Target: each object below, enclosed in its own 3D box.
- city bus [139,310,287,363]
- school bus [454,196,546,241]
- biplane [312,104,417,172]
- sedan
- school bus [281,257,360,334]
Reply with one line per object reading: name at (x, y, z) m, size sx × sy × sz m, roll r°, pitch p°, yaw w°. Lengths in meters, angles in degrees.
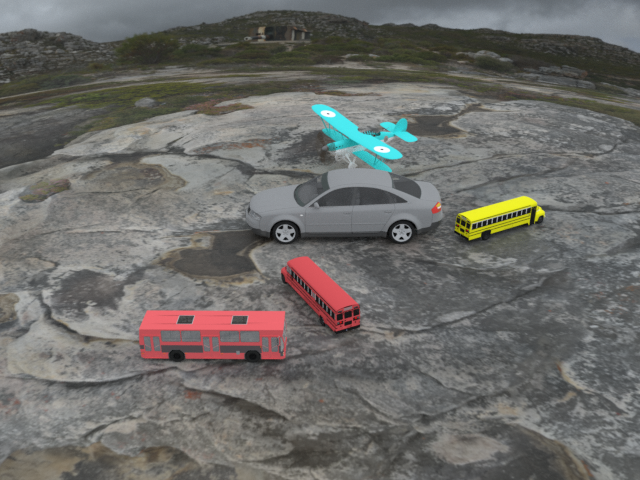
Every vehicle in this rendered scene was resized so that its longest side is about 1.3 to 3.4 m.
city bus at (-1.236, 1.131, 8.220) m, size 1.674 × 0.460 × 0.476 m, roll 0°, pitch 27°, yaw 0°
school bus at (2.933, -0.364, 11.240) m, size 1.708 × 0.434 × 0.365 m, roll -15°, pitch 30°, yaw -27°
biplane at (0.928, -1.948, 13.798) m, size 2.120 × 0.981 × 2.598 m, roll -17°, pitch 31°, yaw -31°
sedan at (0.377, -0.602, 11.150) m, size 3.137 × 0.940 × 1.235 m, roll 0°, pitch 27°, yaw -1°
school bus at (-0.042, 0.657, 9.197) m, size 0.365 × 0.434 × 1.708 m, roll -13°, pitch 29°, yaw -24°
